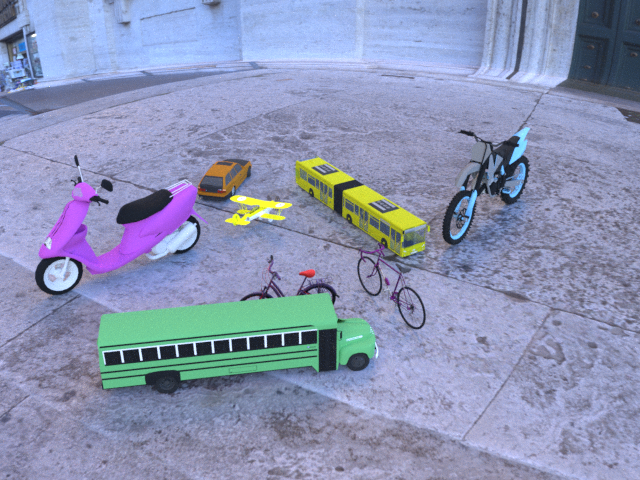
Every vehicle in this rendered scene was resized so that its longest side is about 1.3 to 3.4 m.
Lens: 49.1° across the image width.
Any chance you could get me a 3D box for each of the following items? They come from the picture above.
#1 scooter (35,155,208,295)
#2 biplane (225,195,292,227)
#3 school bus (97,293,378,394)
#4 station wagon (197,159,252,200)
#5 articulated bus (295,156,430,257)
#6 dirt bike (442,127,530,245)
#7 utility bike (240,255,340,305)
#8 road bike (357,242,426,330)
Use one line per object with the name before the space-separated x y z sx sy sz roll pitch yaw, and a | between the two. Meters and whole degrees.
scooter | -2.925 -0.316 10.308 2.721 1.786 1.288 -20 35 -32
biplane | -1.121 -0.466 11.917 1.336 0.504 1.090 20 34 32
school bus | -0.938 1.215 8.494 3.322 0.844 0.709 -5 29 -9
station wagon | -1.798 -1.259 13.396 0.682 0.473 1.597 7 29 12
articulated bus | 0.614 -0.662 12.215 0.605 0.561 3.401 -17 33 -28
dirt bike | 2.891 -1.046 11.766 1.024 1.666 2.903 22 35 34
utility bike | -0.410 0.713 9.304 1.435 0.946 0.535 -7 30 -13
road bike | 0.961 0.601 9.608 0.358 0.852 1.545 -17 33 -28
